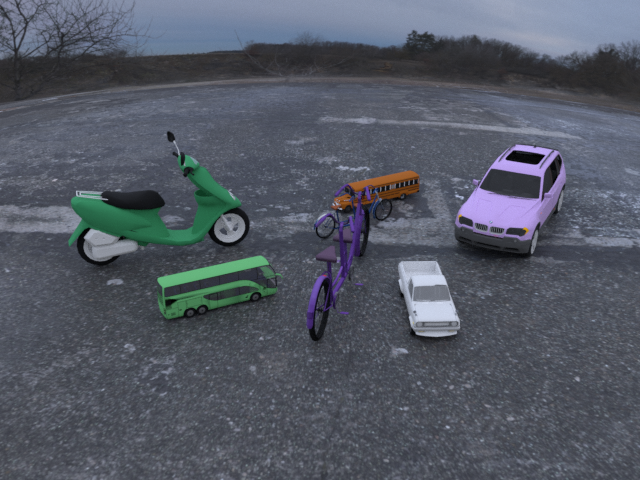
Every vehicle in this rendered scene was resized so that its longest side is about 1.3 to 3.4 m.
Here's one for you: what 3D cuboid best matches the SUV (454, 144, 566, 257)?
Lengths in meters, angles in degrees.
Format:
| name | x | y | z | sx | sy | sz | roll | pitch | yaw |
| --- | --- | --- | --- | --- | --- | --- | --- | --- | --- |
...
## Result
| name | x | y | z | sx | sy | sz | roll | pitch | yaw |
| --- | --- | --- | --- | --- | --- | --- | --- | --- | --- |
| SUV | 3.241 | -0.763 | 11.612 | 1.276 | 1.128 | 3.058 | 14 | 29 | 26 |

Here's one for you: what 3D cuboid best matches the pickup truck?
| name | x | y | z | sx | sy | sz | roll | pitch | yaw |
| --- | --- | --- | --- | --- | --- | --- | --- | --- | --- |
| pickup truck | 1.419 | 0.701 | 9.285 | 0.640 | 0.511 | 1.603 | -1 | 26 | -1 |

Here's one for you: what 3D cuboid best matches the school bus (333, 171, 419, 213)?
| name | x | y | z | sx | sy | sz | roll | pitch | yaw |
| --- | --- | --- | --- | --- | --- | --- | --- | --- | --- |
| school bus | 1.020 | -0.885 | 12.667 | 1.708 | 0.434 | 0.365 | -14 | 29 | -27 |

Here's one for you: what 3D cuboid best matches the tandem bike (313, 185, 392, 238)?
| name | x | y | z | sx | sy | sz | roll | pitch | yaw |
| --- | --- | --- | --- | --- | --- | --- | --- | --- | --- |
| tandem bike | 0.569 | -0.486 | 11.553 | 1.642 | 0.682 | 0.283 | -17 | 30 | -31 |

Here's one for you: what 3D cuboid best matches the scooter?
| name | x | y | z | sx | sy | sz | roll | pitch | yaw |
| --- | --- | --- | --- | --- | --- | --- | --- | --- | --- |
| scooter | -2.397 | -0.570 | 10.454 | 2.721 | 1.786 | 1.288 | -9 | 27 | -17 |

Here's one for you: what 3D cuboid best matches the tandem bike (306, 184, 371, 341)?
| name | x | y | z | sx | sy | sz | roll | pitch | yaw |
| --- | --- | --- | --- | --- | --- | --- | --- | --- | --- |
| tandem bike | 0.308 | 0.142 | 9.506 | 0.550 | 1.326 | 3.192 | 7 | 27 | 14 |

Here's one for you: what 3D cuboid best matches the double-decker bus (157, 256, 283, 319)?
| name | x | y | z | sx | sy | sz | roll | pitch | yaw |
| --- | --- | --- | --- | --- | --- | --- | --- | --- | --- |
| double-decker bus | -1.339 | 0.620 | 9.417 | 1.672 | 0.541 | 0.389 | -12 | 28 | -24 |
